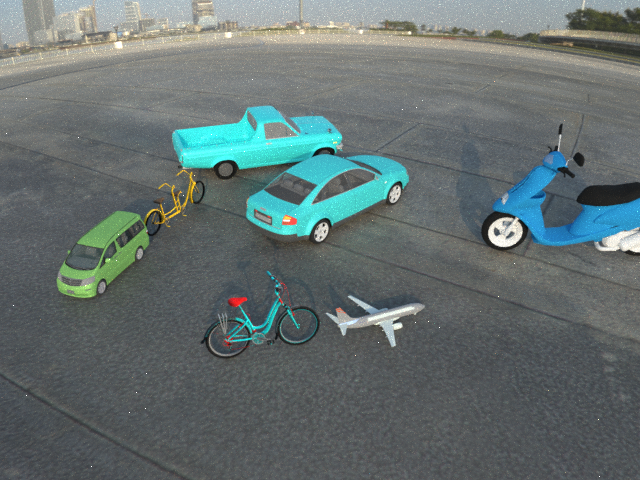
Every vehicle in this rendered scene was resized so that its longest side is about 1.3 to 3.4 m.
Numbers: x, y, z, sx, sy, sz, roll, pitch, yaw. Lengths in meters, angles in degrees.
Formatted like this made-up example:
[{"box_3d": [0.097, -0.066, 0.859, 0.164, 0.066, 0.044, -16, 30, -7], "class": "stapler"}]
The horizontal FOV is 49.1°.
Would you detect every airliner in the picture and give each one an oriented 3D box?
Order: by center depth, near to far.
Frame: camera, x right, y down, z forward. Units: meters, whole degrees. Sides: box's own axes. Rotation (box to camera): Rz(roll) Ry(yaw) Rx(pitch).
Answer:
[{"box_3d": [0.761, 0.880, 8.727, 1.307, 0.429, 1.161, -13, 32, -21], "class": "airliner"}]

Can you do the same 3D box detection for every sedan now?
[{"box_3d": [0.211, -0.862, 11.277, 1.235, 0.940, 3.137, 25, 38, 37], "class": "sedan"}]

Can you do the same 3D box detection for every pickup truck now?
[{"box_3d": [-1.158, -1.905, 13.061, 3.117, 0.993, 1.244, -9, 31, -16], "class": "pickup truck"}]

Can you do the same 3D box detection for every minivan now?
[{"box_3d": [-3.024, 0.183, 9.765, 0.681, 0.616, 1.548, 10, 31, 17], "class": "minivan"}]

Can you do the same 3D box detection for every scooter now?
[{"box_3d": [3.733, -0.593, 9.946, 2.721, 1.786, 1.288, 2, 30, 4], "class": "scooter"}]

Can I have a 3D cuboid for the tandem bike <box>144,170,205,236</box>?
[{"box_3d": [-2.313, -0.641, 11.149, 0.283, 0.682, 1.642, 13, 32, 22], "class": "tandem bike"}]

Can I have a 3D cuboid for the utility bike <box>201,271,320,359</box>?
[{"box_3d": [-0.705, 0.887, 8.192, 1.435, 0.946, 0.535, -8, 31, -15], "class": "utility bike"}]
